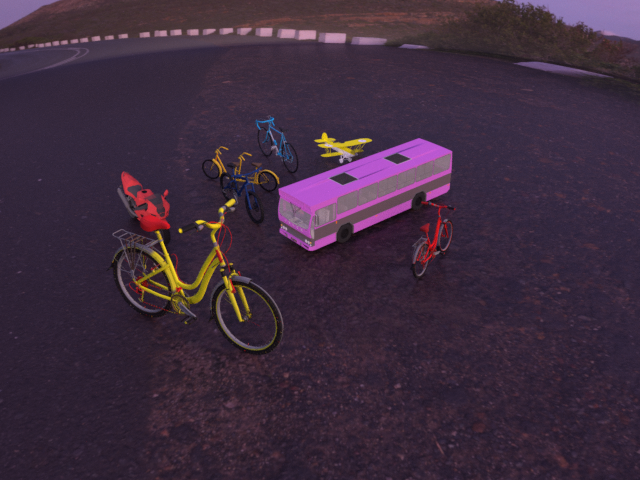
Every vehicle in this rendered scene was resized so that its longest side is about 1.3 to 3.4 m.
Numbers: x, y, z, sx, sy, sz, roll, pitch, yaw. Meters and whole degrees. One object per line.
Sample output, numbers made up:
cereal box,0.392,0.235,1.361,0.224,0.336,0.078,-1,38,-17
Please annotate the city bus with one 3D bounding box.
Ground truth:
city bus,0.827,-0.790,11.727,3.255,0.894,0.926,-23,38,-34

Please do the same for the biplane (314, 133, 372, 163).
biplane,0.397,-1.845,13.900,1.336,0.504,1.090,-23,37,-33

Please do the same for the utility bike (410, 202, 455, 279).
utility bike,1.649,-0.058,10.435,0.535,0.946,1.435,18,35,28

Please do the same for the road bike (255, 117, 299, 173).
road bike,-0.836,-1.874,13.607,0.358,0.852,1.545,-19,35,-29

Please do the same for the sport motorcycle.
sport motorcycle,-2.824,-0.522,11.345,0.506,0.821,1.520,-21,36,-31

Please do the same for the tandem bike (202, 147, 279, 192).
tandem bike,-1.478,-1.307,12.813,1.642,0.682,0.283,13,33,22

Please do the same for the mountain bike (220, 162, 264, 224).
mountain bike,-1.348,-0.857,11.866,0.573,0.868,1.469,-19,36,-29

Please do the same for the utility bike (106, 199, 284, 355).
utility bike,-1.615,0.353,8.857,2.791,1.839,1.039,15,34,24
